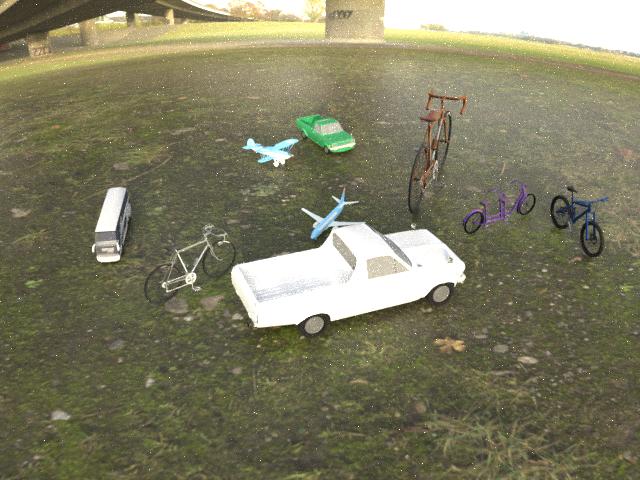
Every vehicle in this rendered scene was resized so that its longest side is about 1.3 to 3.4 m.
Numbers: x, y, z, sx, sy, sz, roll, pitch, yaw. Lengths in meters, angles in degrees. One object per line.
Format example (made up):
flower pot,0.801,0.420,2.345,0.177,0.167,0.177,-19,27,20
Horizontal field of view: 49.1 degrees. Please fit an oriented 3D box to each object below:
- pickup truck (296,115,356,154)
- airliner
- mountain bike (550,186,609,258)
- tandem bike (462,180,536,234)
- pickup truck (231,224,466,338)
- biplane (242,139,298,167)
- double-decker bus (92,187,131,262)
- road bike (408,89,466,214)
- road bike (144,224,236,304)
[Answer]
pickup truck,0.098,-2.278,14.628,0.640,0.511,1.603,-16,34,-25
airliner,0.152,-0.421,11.496,1.161,0.429,1.307,14,33,22
mountain bike,4.030,-0.366,10.961,0.573,0.868,1.469,-7,31,-12
tandem bike,2.971,-0.558,11.480,1.642,0.682,0.283,-17,34,-27
pickup truck,0.408,0.420,9.476,3.117,0.993,1.244,-11,32,-19
biplane,-0.965,-1.748,13.716,1.090,0.504,1.336,16,34,26
double-decker bus,-3.270,-0.244,11.078,0.389,0.541,1.672,-4,30,-6
road bike,2.003,-1.659,12.413,0.697,1.656,3.004,11,32,19
road bike,-1.794,0.325,9.781,1.545,0.852,0.358,-26,39,-37
